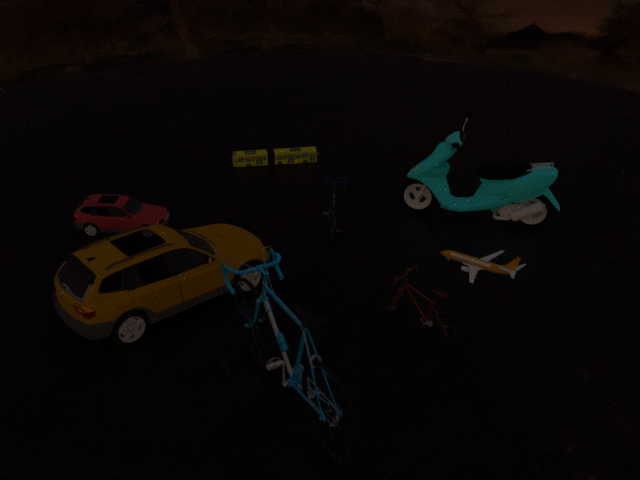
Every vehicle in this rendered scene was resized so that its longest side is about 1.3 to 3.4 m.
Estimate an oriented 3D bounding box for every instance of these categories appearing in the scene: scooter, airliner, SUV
[{"bbox_3d":[2.717,-1.140,11.851,2.721,1.786,1.288,9,30,15],"label":"scooter"},{"bbox_3d":[2.439,0.274,10.705,1.307,0.429,1.161,20,35,31],"label":"airliner"},{"bbox_3d":[-3.347,-0.436,11.825,1.572,0.580,0.656,2,29,3],"label":"SUV"},{"bbox_3d":[-2.151,0.378,9.797,3.058,1.128,1.276,-23,36,-35],"label":"SUV"}]

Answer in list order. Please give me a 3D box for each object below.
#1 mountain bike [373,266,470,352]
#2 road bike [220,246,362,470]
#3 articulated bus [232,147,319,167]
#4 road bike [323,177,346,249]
[{"bbox_3d":[1.305,0.903,9.120,1.469,0.868,0.573,22,36,34],"label":"mountain bike"},{"bbox_3d":[-0.360,1.195,7.785,0.696,1.656,3.004,-16,33,-26],"label":"road bike"},{"bbox_3d":[-0.918,-1.710,14.419,1.749,0.289,0.311,-5,29,-8],"label":"articulated bus"},{"bbox_3d":[0.212,-0.493,11.650,0.358,0.852,1.545,3,29,6],"label":"road bike"}]
